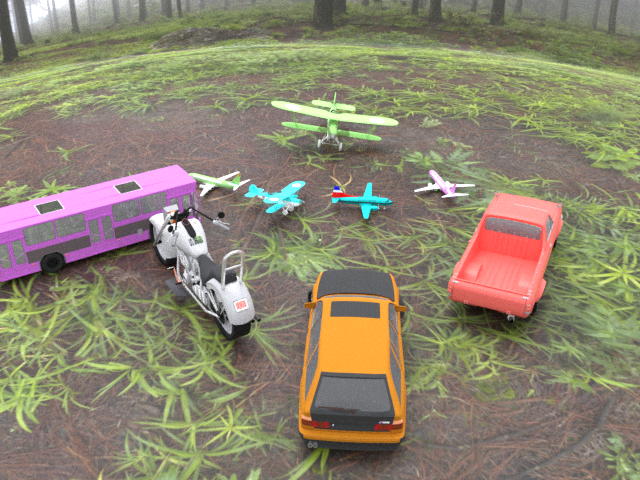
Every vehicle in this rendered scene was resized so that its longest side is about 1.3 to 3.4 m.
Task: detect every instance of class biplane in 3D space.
[{"bbox_3d":[0.318,-2.514,14.725,2.598,0.981,2.120,1,31,1],"label":"biplane"},{"bbox_3d":[-0.747,-0.742,12.199,1.090,0.504,1.336,13,33,20],"label":"biplane"}]

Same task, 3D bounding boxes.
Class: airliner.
[{"bbox_3d":[2.255,-1.103,12.882,1.161,0.429,1.307,-6,31,-10],"label":"airliner"},{"bbox_3d":[-1.972,-1.168,12.992,1.307,0.429,1.161,16,34,25],"label":"airliner"}]

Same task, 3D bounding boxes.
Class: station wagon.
[{"bbox_3d":[0.424,1.170,8.559,1.327,0.920,3.105,2,31,3],"label":"station wagon"}]

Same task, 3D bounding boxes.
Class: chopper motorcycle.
[{"bbox_3d":[-1.741,0.182,9.681,0.906,1.480,3.040,-18,35,-27],"label":"chopper motorcycle"}]

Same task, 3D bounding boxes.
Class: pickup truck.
[{"bbox_3d":[2.822,0.068,10.350,1.244,0.993,3.117,13,33,21],"label":"pickup truck"}]

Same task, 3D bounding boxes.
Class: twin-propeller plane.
[{"bbox_3d":[0.748,-0.737,12.286,1.095,0.407,1.370,3,31,5],"label":"twin-propeller plane"}]

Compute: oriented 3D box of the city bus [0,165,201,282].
[{"bbox_3d":[-3.546,-0.286,11.045,3.255,0.894,0.926,-19,35,-28],"label":"city bus"}]
